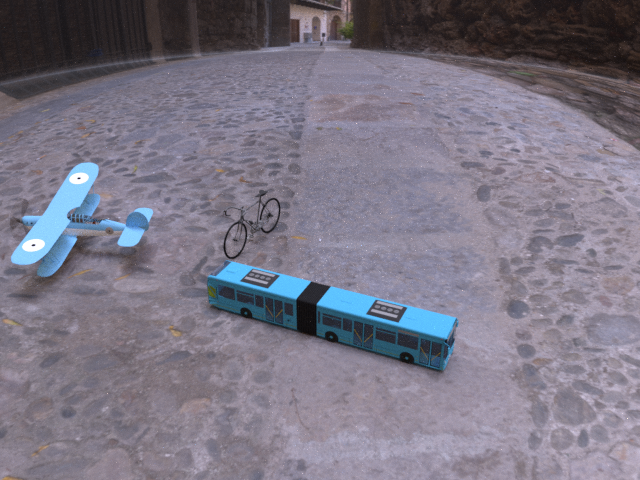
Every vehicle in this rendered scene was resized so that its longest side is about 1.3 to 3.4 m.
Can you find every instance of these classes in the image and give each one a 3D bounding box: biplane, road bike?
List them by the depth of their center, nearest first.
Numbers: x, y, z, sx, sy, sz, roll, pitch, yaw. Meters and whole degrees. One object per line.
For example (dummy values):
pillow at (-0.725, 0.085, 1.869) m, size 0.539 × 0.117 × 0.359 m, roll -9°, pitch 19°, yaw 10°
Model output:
biplane at (-3.657, -0.207, 10.739) m, size 2.120 × 0.981 × 2.598 m, roll 3°, pitch 30°, yaw 5°
road bike at (-1.056, -0.309, 11.048) m, size 0.358 × 0.852 × 1.545 m, roll 16°, pitch 33°, yaw 26°

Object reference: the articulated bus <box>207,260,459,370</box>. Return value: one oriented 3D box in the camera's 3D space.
articulated bus at (0.097, 0.940, 9.144) m, size 3.401 × 0.561 × 0.605 m, roll 13°, pitch 32°, yaw 21°
